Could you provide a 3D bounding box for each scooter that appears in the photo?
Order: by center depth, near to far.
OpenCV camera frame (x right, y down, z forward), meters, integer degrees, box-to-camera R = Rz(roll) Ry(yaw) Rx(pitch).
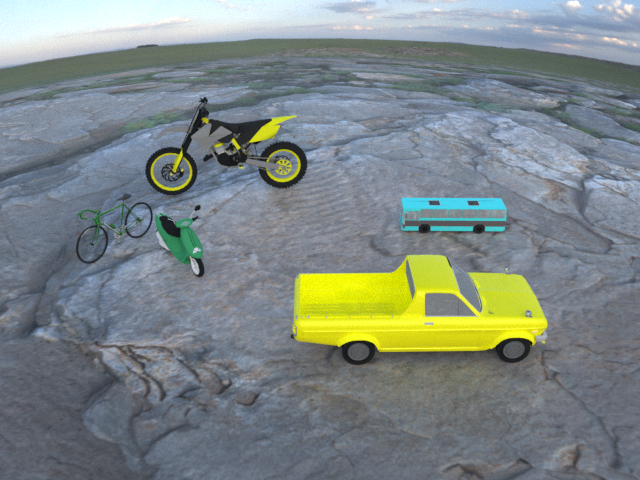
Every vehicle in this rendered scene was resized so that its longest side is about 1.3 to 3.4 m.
[{"bbox_3d":[-2.103,-0.081,10.387,0.662,0.919,1.399,-20,34,-32],"label":"scooter"}]

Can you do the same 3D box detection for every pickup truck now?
[{"bbox_3d":[1.196,0.789,8.709,3.117,0.993,1.244,0,29,-1],"label":"pickup truck"}]

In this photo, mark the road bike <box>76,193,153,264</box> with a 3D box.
[{"bbox_3d":[-3.142,-0.236,10.742,0.358,0.852,1.545,17,33,28],"label":"road bike"}]

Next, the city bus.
[{"bbox_3d":[2.159,-0.398,11.450,1.674,0.460,0.476,0,29,1],"label":"city bus"}]

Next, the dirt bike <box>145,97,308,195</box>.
[{"bbox_3d":[-1.659,-1.614,12.426,2.903,1.666,1.024,-5,29,-9],"label":"dirt bike"}]
